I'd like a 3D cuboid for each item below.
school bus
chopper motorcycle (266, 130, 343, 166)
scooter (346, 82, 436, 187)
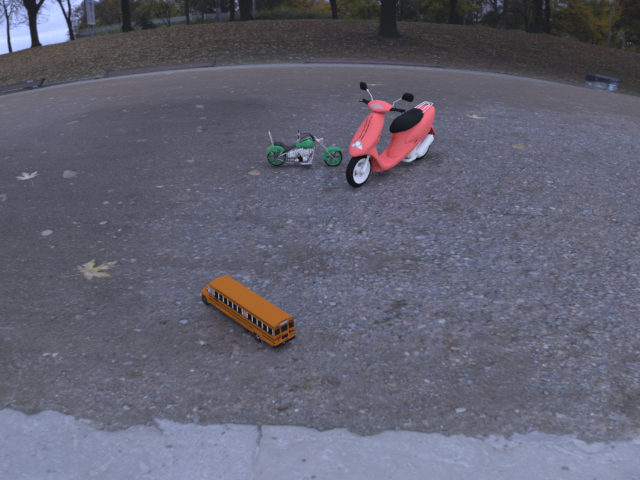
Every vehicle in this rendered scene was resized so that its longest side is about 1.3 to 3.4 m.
[{"bbox_3d":[-1.018,0.906,9.399,0.365,0.434,1.708,-24,36,-37],"label":"school bus"},{"bbox_3d":[-0.323,-1.856,14.222,1.563,0.761,0.466,-1,28,-3],"label":"chopper motorcycle"},{"bbox_3d":[1.446,-2.176,13.733,1.288,1.786,2.721,24,36,37],"label":"scooter"}]
